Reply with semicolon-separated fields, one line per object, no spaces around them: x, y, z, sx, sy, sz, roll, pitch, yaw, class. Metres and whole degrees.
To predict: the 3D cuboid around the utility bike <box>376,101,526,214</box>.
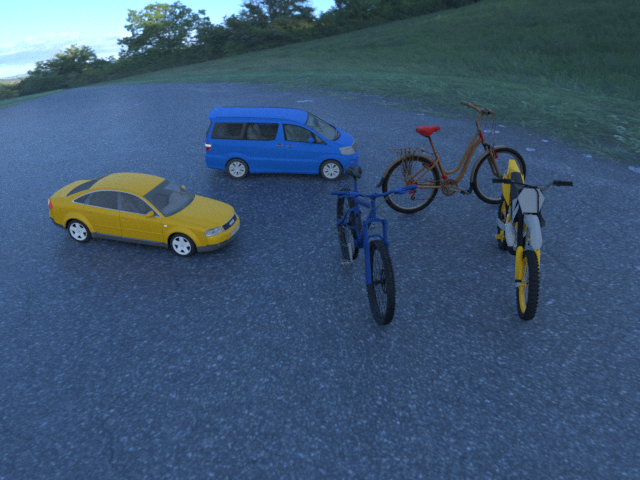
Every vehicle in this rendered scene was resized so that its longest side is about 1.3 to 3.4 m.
2.276;-1.433;12.058;2.791;1.839;1.039;-6;27;-12;utility bike

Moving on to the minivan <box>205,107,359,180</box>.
-0.734;-1.942;13.809;3.011;1.197;1.324;1;26;2;minivan

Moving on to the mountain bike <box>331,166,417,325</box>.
0.581;-0.115;9.570;1.114;1.688;2.857;-5;27;-10;mountain bike

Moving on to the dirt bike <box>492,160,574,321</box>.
2.789;-0.184;9.733;1.024;1.666;2.903;3;26;6;dirt bike

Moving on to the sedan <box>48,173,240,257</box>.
-2.817;-0.509;11.206;3.137;0.940;1.235;7;27;15;sedan
